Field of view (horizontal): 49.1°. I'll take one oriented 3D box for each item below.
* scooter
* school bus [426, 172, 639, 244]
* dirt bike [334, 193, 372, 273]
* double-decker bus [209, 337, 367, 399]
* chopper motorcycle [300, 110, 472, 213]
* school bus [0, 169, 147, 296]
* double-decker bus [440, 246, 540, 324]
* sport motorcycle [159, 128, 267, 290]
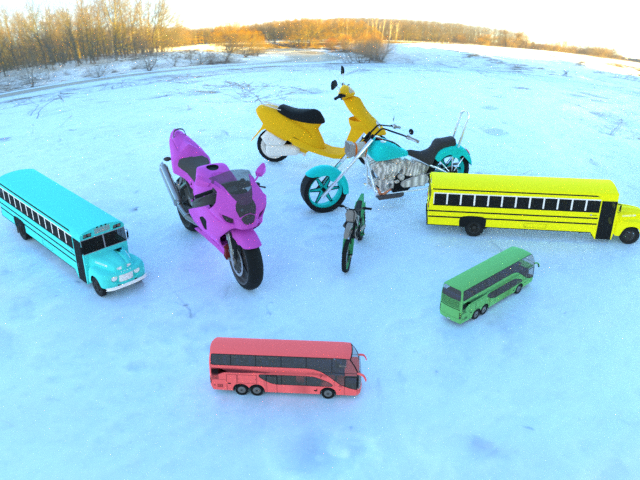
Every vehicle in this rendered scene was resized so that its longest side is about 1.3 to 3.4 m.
[{"bbox_3d":[0.015,-2.267,13.188,2.721,1.786,1.288,4,27,8],"label":"scooter"},{"bbox_3d":[3.328,-0.525,10.815,3.322,0.844,0.709,3,27,6],"label":"school bus"},{"bbox_3d":[0.501,-0.170,10.107,0.527,0.857,1.493,6,28,12],"label":"dirt bike"},{"bbox_3d":[-0.338,1.356,7.470,1.672,0.541,0.389,2,27,3],"label":"double-decker bus"},{"bbox_3d":[1.151,-1.324,11.681,3.040,1.480,0.906,-8,28,-16],"label":"chopper motorcycle"},{"bbox_3d":[-3.662,-0.184,10.150,0.709,0.844,3.322,-24,35,-38],"label":"school bus"},{"bbox_3d":[2.204,0.549,9.048,1.672,0.541,0.389,-22,34,-36],"label":"double-decker bus"},{"bbox_3d":[-1.511,-0.502,9.945,0.983,1.596,2.955,-14,30,-26],"label":"sport motorcycle"}]
